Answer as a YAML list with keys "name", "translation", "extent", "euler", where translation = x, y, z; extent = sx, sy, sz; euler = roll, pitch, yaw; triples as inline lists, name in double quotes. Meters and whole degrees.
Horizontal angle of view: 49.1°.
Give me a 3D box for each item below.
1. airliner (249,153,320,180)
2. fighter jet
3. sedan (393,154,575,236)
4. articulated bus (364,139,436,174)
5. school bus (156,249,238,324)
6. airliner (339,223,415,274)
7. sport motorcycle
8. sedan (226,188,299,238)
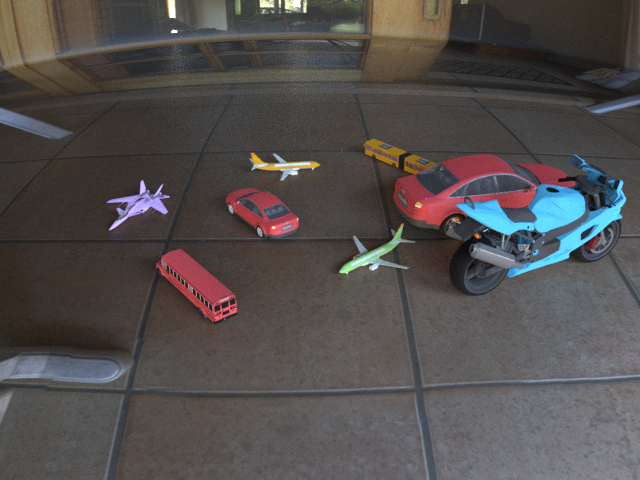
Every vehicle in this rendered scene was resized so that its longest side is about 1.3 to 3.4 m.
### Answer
- name: "airliner"
  translation: [-0.639, -1.456, 12.948]
  extent: [1.307, 0.429, 1.161]
  euler: [-5, 32, -8]
- name: "fighter jet"
  translation: [-3.107, -0.559, 11.607]
  extent: [1.147, 0.286, 1.358]
  euler: [11, 33, 17]
- name: "sedan"
  translation: [2.761, -0.870, 11.489]
  extent: [3.137, 0.940, 1.235]
  euler: [-9, 32, -14]
- name: "articulated bus"
  translation: [1.542, -1.514, 13.180]
  extent: [0.311, 0.289, 1.749]
  euler: [-26, 40, -35]
- name: "school bus"
  translation: [-1.738, 0.575, 9.595]
  extent: [0.365, 0.434, 1.708]
  euler: [-22, 38, -32]
- name: "airliner"
  translation: [0.779, 0.140, 10.316]
  extent: [1.307, 0.429, 1.161]
  euler: [-23, 38, -33]
- name: "sport motorcycle"
  translation: [3.064, -0.152, 9.674]
  extent: [2.955, 1.596, 0.983]
  euler: [-13, 33, -20]
- name: "sedan"
  translation: [-0.964, -0.522, 11.356]
  extent: [0.635, 0.483, 1.613]
  euler: [-21, 37, -30]
